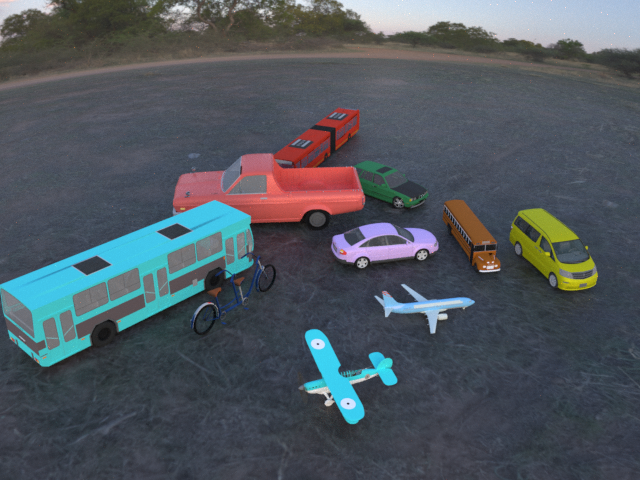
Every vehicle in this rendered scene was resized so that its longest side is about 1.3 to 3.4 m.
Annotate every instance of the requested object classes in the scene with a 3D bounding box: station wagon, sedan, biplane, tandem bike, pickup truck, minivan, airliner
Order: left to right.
[{"bbox_3d":[-1.087,0.635,9.008,0.283,0.682,1.642,18,33,31],"label":"tandem bike"},{"bbox_3d":[-0.845,-0.833,11.439,3.117,0.993,1.244,-2,28,-4],"label":"pickup truck"},{"bbox_3d":[0.291,1.505,7.562,1.090,0.504,1.336,-10,30,-18],"label":"biplane"},{"bbox_3d":[1.150,-1.011,12.327,1.597,0.473,0.682,24,36,37],"label":"station wagon"},{"bbox_3d":[0.974,0.025,10.367,1.613,0.483,0.635,-7,29,-12],"label":"sedan"},{"bbox_3d":[1.395,0.772,9.020,1.307,0.429,1.161,-6,29,-11],"label":"airliner"},{"bbox_3d":[3.347,0.121,10.046,0.681,0.616,1.548,-8,29,-14],"label":"minivan"}]

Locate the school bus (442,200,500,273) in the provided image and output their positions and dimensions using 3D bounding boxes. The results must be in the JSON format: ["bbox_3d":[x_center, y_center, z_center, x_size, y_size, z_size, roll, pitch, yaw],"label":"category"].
[{"bbox_3d":[2.285,-0.067,10.594,0.365,0.434,1.708,-4,28,-8],"label":"school bus"}]

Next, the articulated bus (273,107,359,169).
[{"bbox_3d":[-0.035,-1.928,13.959,0.605,0.561,3.401,12,30,21],"label":"articulated bus"}]

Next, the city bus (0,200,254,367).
[{"bbox_3d":[-2.327,0.484,9.067,0.926,0.894,3.255,24,36,37],"label":"city bus"}]
